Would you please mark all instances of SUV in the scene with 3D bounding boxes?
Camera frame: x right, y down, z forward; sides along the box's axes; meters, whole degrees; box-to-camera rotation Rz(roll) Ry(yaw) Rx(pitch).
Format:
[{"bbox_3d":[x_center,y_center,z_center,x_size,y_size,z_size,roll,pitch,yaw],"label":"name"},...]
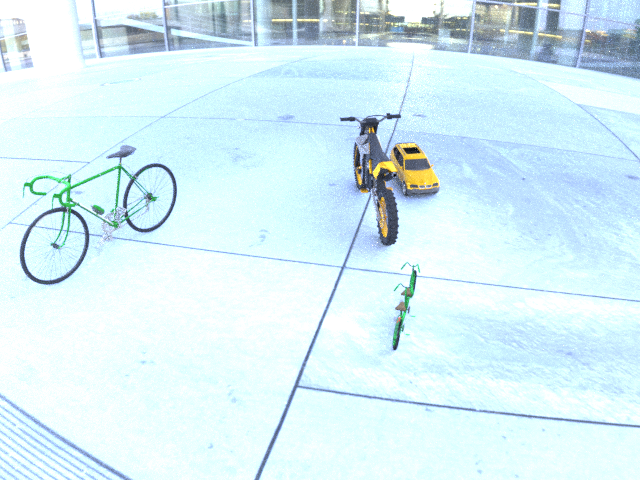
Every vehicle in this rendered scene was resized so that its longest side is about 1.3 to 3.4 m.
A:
[{"bbox_3d":[1.744,-1.344,13.069,0.656,0.580,1.572,-5,31,-8],"label":"SUV"}]

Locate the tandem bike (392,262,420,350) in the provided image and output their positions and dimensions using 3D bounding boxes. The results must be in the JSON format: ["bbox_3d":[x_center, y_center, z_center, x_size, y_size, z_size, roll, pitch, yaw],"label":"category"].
[{"bbox_3d":[1.138,0.798,9.290,0.283,0.682,1.642,8,31,14],"label":"tandem bike"}]

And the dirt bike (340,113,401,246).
[{"bbox_3d":[0.889,-1.185,11.717,1.024,1.666,2.903,-4,31,-8],"label":"dirt bike"}]

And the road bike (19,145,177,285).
[{"bbox_3d":[-3.262,-0.508,10.564,0.697,1.656,3.004,19,35,29],"label":"road bike"}]
